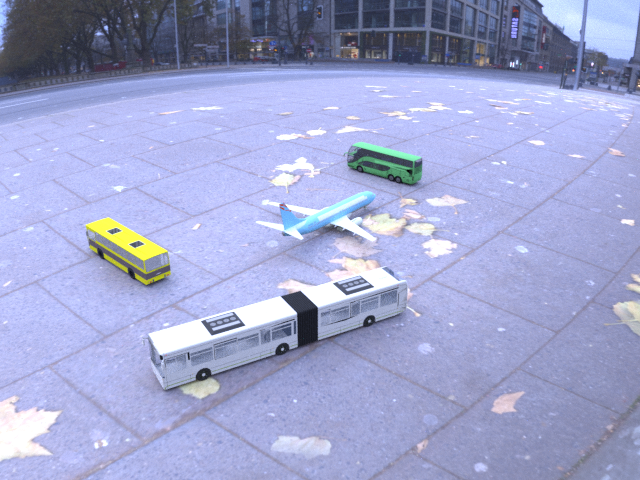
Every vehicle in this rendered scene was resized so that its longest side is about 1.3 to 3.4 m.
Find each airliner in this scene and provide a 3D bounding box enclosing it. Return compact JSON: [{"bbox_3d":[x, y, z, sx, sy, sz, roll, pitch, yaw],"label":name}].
[{"bbox_3d":[0.171,-0.584,11.599,2.257,0.835,2.541,21,33,35],"label":"airliner"}]

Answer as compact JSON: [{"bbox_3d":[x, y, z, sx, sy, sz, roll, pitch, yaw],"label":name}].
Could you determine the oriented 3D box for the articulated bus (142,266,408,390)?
[{"bbox_3d":[-0.434,1.026,8.678,3.401,0.561,0.605,-14,30,-26],"label":"articulated bus"}]

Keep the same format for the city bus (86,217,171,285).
[{"bbox_3d":[-2.899,0.165,10.517,1.674,0.460,0.476,24,35,39],"label":"city bus"}]

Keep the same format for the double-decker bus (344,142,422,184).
[{"bbox_3d":[1.241,-1.533,13.831,1.672,0.541,0.389,20,33,35],"label":"double-decker bus"}]
